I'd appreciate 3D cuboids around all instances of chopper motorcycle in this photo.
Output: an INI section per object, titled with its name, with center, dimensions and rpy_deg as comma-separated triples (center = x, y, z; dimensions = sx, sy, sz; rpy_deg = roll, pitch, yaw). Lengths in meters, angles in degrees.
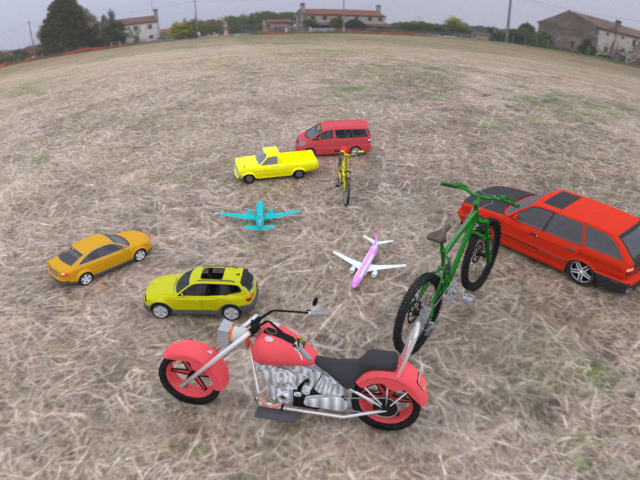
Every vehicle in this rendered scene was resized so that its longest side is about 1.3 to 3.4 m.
[chopper motorcycle]
center = -0.339, 1.338, 7.656
dimensions = 3.040, 1.480, 0.906
rpy_deg = 6, 31, 11

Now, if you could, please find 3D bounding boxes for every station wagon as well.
[station wagon]
center = 3.644, -0.249, 10.910
dimensions = 1.327, 0.920, 3.105
rpy_deg = -25, 39, -36

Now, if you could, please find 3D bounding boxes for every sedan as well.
[sedan]
center = -3.305, 0.185, 10.603
dimensions = 0.635, 0.483, 1.613
rpy_deg = 27, 40, 37

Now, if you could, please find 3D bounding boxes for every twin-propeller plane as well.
[twin-propeller plane]
center = -1.008, -0.447, 11.755
dimensions = 1.370, 0.407, 1.095
rpy_deg = -2, 30, -3

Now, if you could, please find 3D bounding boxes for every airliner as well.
[airliner]
center = 0.700, 0.268, 10.516
dimensions = 1.161, 0.429, 1.307
rpy_deg = 10, 32, 17

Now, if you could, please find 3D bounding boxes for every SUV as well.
[SUV]
center = -1.639, 0.686, 9.654
dimensions = 1.572, 0.580, 0.656
rpy_deg = 1, 30, 2

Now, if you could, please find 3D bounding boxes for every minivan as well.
[minivan]
center = 0.267, -2.095, 14.355
dimensions = 1.548, 0.616, 0.681
rpy_deg = -3, 31, -5

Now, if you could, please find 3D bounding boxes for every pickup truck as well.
[pickup truck]
center = -0.846, -1.490, 13.428
dimensions = 1.603, 0.511, 0.640
rpy_deg = -7, 31, -11

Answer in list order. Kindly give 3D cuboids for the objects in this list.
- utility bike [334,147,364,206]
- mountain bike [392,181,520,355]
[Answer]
[utility bike]
center = 0.487, -1.266, 12.618
dimensions = 0.535, 0.946, 1.435
rpy_deg = -3, 31, -4
[mountain bike]
center = 1.773, 0.309, 9.203
dimensions = 1.114, 1.688, 2.857
rpy_deg = 21, 36, 31
